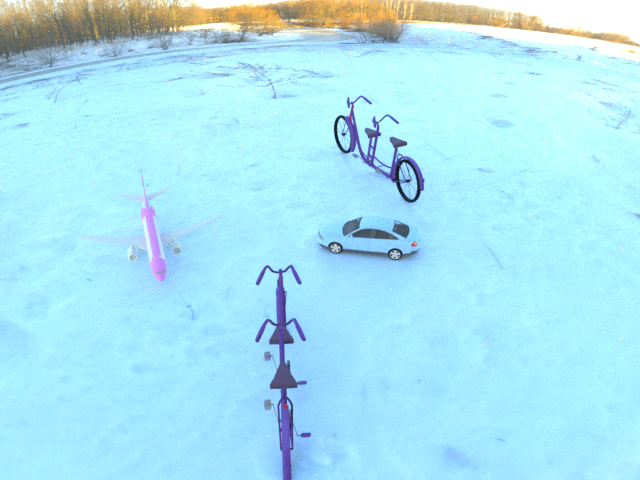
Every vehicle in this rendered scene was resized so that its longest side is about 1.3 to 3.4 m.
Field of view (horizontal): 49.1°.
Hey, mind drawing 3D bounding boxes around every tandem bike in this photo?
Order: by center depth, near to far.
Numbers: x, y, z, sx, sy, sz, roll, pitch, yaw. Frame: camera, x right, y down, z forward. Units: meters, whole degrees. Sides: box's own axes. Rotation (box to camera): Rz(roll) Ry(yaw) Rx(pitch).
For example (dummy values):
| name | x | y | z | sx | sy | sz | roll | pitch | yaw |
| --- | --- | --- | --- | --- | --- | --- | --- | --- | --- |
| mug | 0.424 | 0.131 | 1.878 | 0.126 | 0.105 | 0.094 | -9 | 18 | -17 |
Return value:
| name | x | y | z | sx | sy | sz | roll | pitch | yaw |
| --- | --- | --- | --- | --- | --- | --- | --- | --- | --- |
| tandem bike | -0.418 | 1.255 | 7.771 | 0.550 | 1.326 | 3.192 | -2 | 31 | -3 |
| tandem bike | 1.011 | -1.780 | 12.877 | 0.550 | 1.326 | 3.192 | -14 | 34 | -23 |

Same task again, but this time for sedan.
| name | x | y | z | sx | sy | sz | roll | pitch | yaw |
| --- | --- | --- | --- | --- | --- | --- | --- | --- | --- |
| sedan | 0.755 | -0.090 | 10.858 | 1.613 | 0.483 | 0.635 | 6 | 31 | 10 |

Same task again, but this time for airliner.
| name | x | y | z | sx | sy | sz | roll | pitch | yaw |
| --- | --- | --- | --- | --- | --- | --- | --- | --- | --- |
| airliner | -2.607 | -0.247 | 10.779 | 2.257 | 0.835 | 2.541 | -9 | 32 | -15 |
